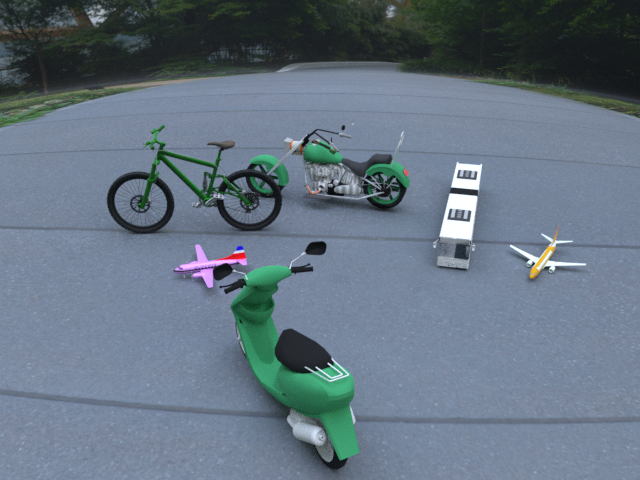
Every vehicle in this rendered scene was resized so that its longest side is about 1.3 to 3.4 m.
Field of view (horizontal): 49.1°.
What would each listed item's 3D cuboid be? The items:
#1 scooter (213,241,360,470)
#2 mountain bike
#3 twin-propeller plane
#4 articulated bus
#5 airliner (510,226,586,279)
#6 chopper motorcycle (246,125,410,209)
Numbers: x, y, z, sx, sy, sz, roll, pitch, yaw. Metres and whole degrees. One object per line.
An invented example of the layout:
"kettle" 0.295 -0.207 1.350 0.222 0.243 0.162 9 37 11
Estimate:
"scooter" -0.359 1.056 7.366 1.288 1.786 2.721 -14 30 -25
"mountain bike" -2.051 -0.900 11.381 2.857 1.688 1.114 -1 27 -3
"twin-propeller plane" -1.628 0.329 10.358 1.095 0.407 1.370 -8 28 -15
"articulated bus" 2.401 -0.515 11.870 0.605 0.561 3.401 7 27 13
"airliner" 3.407 0.198 10.595 1.161 0.429 1.307 16 31 29
"chopper motorcycle" 0.106 -1.349 12.510 3.040 1.480 0.906 8 28 15
